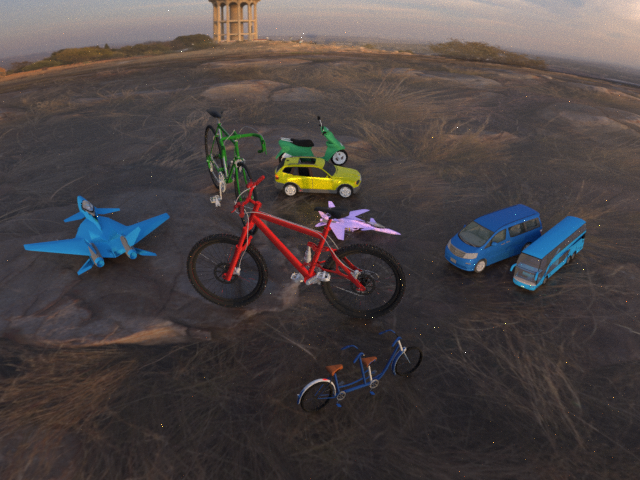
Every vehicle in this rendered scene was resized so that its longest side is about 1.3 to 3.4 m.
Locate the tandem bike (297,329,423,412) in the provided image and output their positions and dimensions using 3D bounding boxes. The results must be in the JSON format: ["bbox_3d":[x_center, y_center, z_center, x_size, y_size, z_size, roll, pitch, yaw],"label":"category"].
[{"bbox_3d":[0.473,1.417,7.693,1.642,0.682,0.283,-15,32,-26],"label":"tandem bike"}]

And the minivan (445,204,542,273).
[{"bbox_3d":[2.585,-0.042,10.414,1.548,0.616,0.681,-17,33,-28],"label":"minivan"}]

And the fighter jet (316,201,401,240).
[{"bbox_3d":[0.654,-0.299,11.224,1.358,0.286,1.147,12,31,21],"label":"fighter jet"}]

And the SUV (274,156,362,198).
[{"bbox_3d":[-0.041,-1.148,12.463,1.572,0.580,0.656,2,29,4],"label":"SUV"}]

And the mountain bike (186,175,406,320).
[{"bbox_3d":[-0.333,0.206,8.850,2.857,1.688,1.114,4,29,8],"label":"mountain bike"}]

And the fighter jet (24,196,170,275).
[{"bbox_3d":[-3.549,-0.355,11.044,2.229,0.557,2.640,-15,32,-25],"label":"fighter jet"}]

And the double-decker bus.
[{"bbox_3d":[3.317,0.187,10.075,0.389,0.541,1.672,23,36,36],"label":"double-decker bus"}]

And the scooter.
[{"bbox_3d":[-0.152,-1.819,13.331,1.399,0.919,0.662,-4,29,-6],"label":"scooter"}]

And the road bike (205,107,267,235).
[{"bbox_3d":[-1.515,-1.271,11.570,0.696,1.656,3.004,-12,31,-20],"label":"road bike"}]
